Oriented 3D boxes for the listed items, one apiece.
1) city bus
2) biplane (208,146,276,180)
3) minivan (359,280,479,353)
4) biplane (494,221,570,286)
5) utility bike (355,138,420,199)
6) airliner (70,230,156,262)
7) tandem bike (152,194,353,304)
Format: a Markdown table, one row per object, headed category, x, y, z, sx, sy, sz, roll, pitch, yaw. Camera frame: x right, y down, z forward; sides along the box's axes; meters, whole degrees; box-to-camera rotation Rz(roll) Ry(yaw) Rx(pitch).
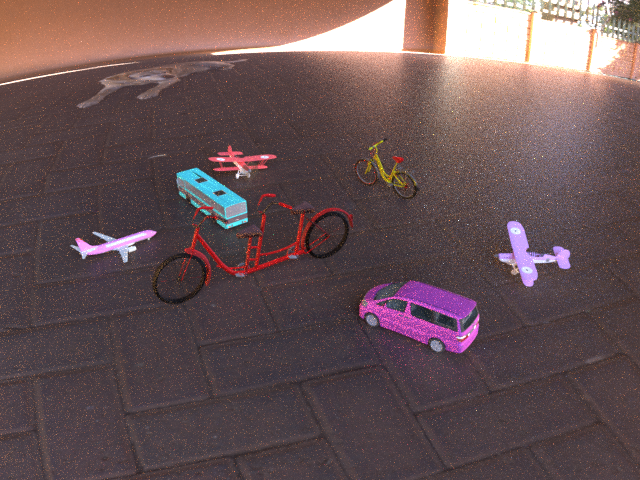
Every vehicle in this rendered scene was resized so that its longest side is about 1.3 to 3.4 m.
| category | x | y | z | sx | sy | sz | roll | pitch | yaw |
| --- | --- | --- | --- | --- | --- | --- | --- | --- | --- |
| city bus | -1.862 | -0.710 | 11.967 | 0.476 | 0.460 | 1.674 | -21 | 36 | -32 |
| biplane | -1.516 | -1.482 | 13.260 | 1.336 | 0.504 | 1.090 | -15 | 33 | -25 |
| minivan | 1.253 | 0.904 | 9.019 | 1.548 | 0.616 | 0.681 | 19 | 35 | 29 |
| biplane | 3.091 | 0.268 | 10.231 | 1.090 | 0.504 | 1.336 | 1 | 30 | 2 |
| utility bike | 1.151 | -1.247 | 12.412 | 1.435 | 0.946 | 0.535 | 24 | 38 | 35 |
| airliner | -3.135 | -0.028 | 10.817 | 1.307 | 0.429 | 1.161 | -22 | 37 | -33 |
| tandem bike | -0.863 | -0.015 | 9.900 | 3.192 | 1.326 | 0.550 | -17 | 34 | -27 |
